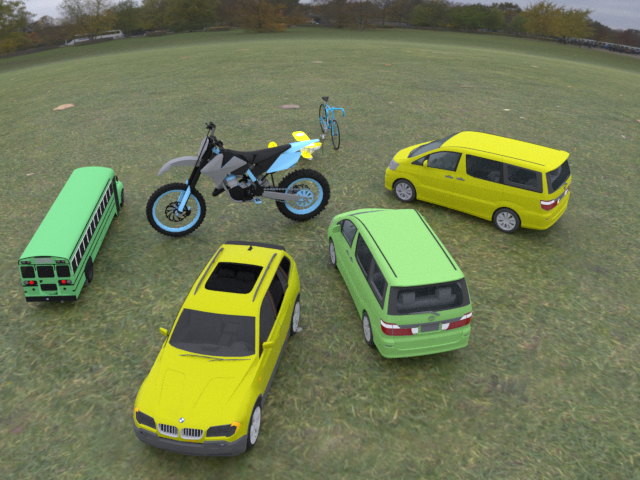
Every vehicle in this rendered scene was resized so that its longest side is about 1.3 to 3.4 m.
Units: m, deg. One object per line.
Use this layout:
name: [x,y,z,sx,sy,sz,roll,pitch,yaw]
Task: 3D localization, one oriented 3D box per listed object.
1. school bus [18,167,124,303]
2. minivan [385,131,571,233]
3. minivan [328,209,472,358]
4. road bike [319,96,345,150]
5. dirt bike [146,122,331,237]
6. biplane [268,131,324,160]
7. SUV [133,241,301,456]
school bus: [-3.580,-0.255,10.444,0.709,0.844,3.322,-1,30,-2]
minivan: [2.536,-1.104,11.546,3.011,1.197,1.324,20,36,30]
minivan: [0.934,0.274,9.191,1.324,1.197,3.011,-6,31,-11]
road bike: [0.185,-2.416,14.131,0.358,0.852,1.545,-7,31,-13]
dirt bike: [-1.230,-0.899,10.730,2.903,1.666,1.024,-8,31,-14]
biplane: [-0.452,-1.772,13.375,1.090,0.504,1.336,-7,31,-12]
SUV: [-1.050,1.061,7.913,1.276,1.128,3.058,6,31,10]
